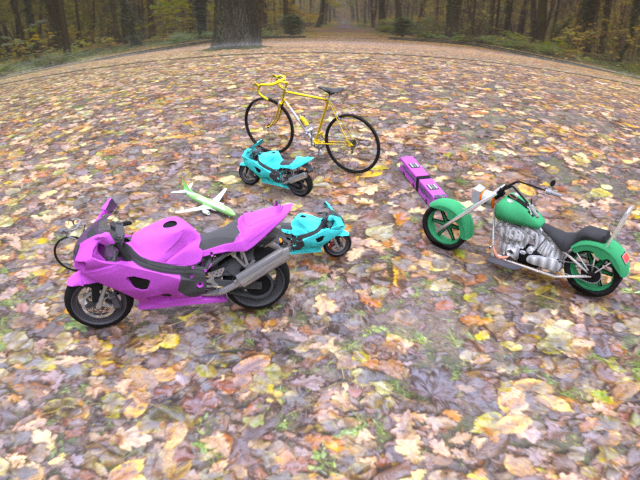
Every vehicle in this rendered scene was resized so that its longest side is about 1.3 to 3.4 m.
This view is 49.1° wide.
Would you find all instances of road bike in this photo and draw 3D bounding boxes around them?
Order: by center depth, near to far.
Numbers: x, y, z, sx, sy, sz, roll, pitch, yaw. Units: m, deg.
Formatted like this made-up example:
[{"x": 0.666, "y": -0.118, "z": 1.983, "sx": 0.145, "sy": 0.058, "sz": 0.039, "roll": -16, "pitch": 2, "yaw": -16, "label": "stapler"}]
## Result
[{"x": -3.070, "y": 0.085, "z": 10.064, "sx": 1.545, "sy": 0.852, "sz": 0.358, "roll": -1, "pitch": 30, "yaw": -1, "label": "road bike"}, {"x": -0.205, "y": -2.220, "z": 13.225, "sx": 3.004, "sy": 1.656, "sz": 0.697, "roll": 16, "pitch": 34, "yaw": 26, "label": "road bike"}]

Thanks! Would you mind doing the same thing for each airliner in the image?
[{"x": -1.910, "y": -0.720, "z": 11.867, "sx": 1.307, "sy": 0.429, "sz": 1.161, "roll": 22, "pitch": 37, "yaw": 33, "label": "airliner"}]

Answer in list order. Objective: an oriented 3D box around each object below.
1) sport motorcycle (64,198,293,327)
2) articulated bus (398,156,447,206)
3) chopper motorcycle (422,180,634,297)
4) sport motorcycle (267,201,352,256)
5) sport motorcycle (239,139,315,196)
[{"x": -1.786, "y": 0.309, "z": 8.938, "sx": 2.955, "sy": 1.596, "sz": 0.983, "roll": -6, "pitch": 31, "yaw": -11, "label": "sport motorcycle"}, {"x": 1.828, "y": -1.048, "z": 12.570, "sx": 0.311, "sy": 0.289, "sz": 1.749, "roll": -7, "pitch": 31, "yaw": -11, "label": "articulated bus"}, {"x": 2.861, "y": -0.202, "z": 9.933, "sx": 3.040, "sy": 1.480, "sz": 0.906, "roll": 21, "pitch": 36, "yaw": 32, "label": "chopper motorcycle"}, {"x": -0.278, "y": -0.080, "z": 10.377, "sx": 1.520, "sy": 0.821, "sz": 0.506, "roll": -4, "pitch": 30, "yaw": -6, "label": "sport motorcycle"}, {"x": -0.790, "y": -1.257, "z": 12.400, "sx": 1.520, "sy": 0.821, "sz": 0.506, "roll": 14, "pitch": 33, "yaw": 22, "label": "sport motorcycle"}]
